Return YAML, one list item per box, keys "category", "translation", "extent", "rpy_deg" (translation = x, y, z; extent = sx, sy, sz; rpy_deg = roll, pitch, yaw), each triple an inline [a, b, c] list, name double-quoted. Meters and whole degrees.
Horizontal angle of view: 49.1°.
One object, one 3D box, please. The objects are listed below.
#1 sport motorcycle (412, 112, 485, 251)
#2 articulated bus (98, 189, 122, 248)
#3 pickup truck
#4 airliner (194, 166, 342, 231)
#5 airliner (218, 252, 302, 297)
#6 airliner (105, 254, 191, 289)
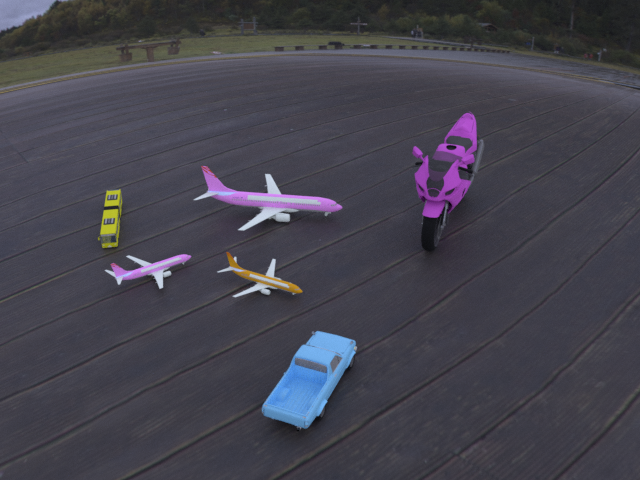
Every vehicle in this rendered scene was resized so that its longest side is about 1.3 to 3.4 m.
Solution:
- category: "sport motorcycle"
  translation: [2.191, -1.046, 11.893]
  extent: [0.983, 1.596, 2.955]
  rpy_deg: [11, 31, 18]
- category: "articulated bus"
  translation: [-3.590, -0.395, 12.070]
  extent: [0.311, 0.289, 1.749]
  rpy_deg: [-6, 30, -10]
- category: "pickup truck"
  translation: [-0.091, 1.594, 8.328]
  extent: [0.640, 0.511, 1.603]
  rpy_deg: [12, 32, 20]
- category: "airliner"
  translation: [-0.865, -0.853, 12.324]
  extent: [2.541, 0.835, 2.257]
  rpy_deg: [4, 30, 7]
- category: "airliner"
  translation: [-0.839, 0.504, 10.337]
  extent: [1.307, 0.429, 1.161]
  rpy_deg: [14, 32, 23]
- category: "airliner"
  translation: [-2.546, 0.348, 10.612]
  extent: [1.307, 0.429, 1.161]
  rpy_deg: [-21, 36, -32]
